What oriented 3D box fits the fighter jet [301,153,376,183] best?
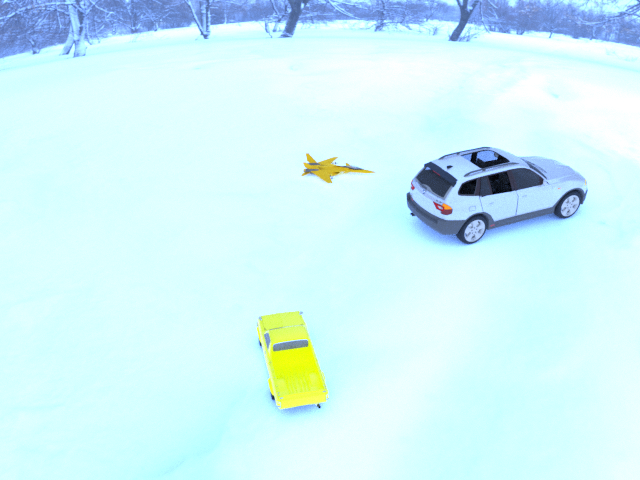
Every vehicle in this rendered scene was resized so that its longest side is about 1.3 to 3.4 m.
[{"bbox_3d":[0.356,-1.352,12.853,1.358,0.286,1.147,4,31,6],"label":"fighter jet"}]

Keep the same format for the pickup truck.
[{"bbox_3d":[-0.347,1.329,8.161,0.640,0.511,1.603,-7,32,-11],"label":"pickup truck"}]

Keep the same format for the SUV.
[{"bbox_3d":[2.893,-0.885,11.254,3.058,1.128,1.276,-14,34,-22],"label":"SUV"}]
